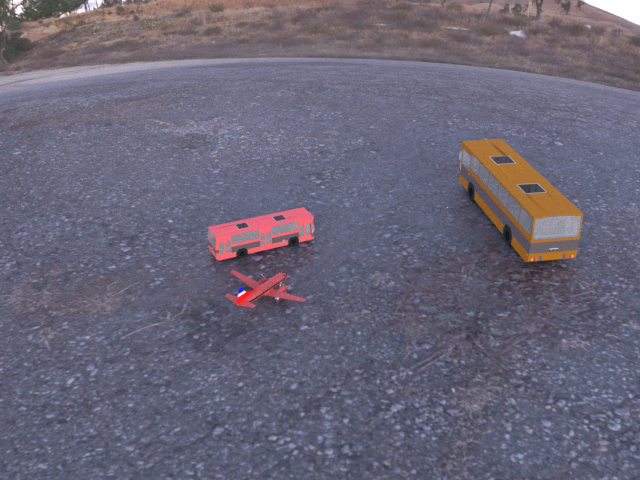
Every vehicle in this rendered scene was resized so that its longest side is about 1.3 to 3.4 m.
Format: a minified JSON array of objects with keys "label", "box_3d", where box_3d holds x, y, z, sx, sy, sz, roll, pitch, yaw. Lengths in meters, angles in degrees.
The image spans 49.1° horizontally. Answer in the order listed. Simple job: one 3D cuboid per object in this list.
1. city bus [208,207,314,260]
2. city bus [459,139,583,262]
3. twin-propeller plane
[{"label":"city bus","box_3d":[-0.929,-0.088,11.225,1.674,0.460,0.476,-13,31,-22]},{"label":"city bus","box_3d":[3.289,-0.729,11.948,0.926,0.894,3.255,-4,29,-8]},{"label":"twin-propeller plane","box_3d":[-0.812,0.655,9.916,1.370,0.407,1.095,19,34,31]}]
